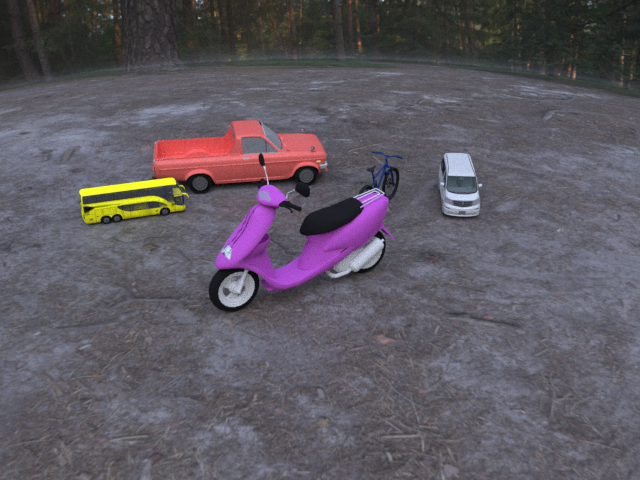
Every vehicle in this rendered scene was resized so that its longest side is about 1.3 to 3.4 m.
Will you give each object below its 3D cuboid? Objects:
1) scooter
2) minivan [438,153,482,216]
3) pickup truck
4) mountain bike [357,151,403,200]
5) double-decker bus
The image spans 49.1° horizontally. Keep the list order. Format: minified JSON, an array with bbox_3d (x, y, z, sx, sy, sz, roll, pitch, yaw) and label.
[{"bbox_3d":[-0.185,-0.143,8.954,2.721,1.786,1.288,-15,31,-26],"label":"scooter"},{"bbox_3d":[2.330,-0.933,11.750,0.681,0.616,1.548,2,27,4],"label":"minivan"},{"bbox_3d":[-1.437,-1.564,12.558,3.117,0.993,1.244,-5,28,-9],"label":"pickup truck"},{"bbox_3d":[0.963,-0.916,11.444,0.573,0.868,1.469,16,31,28],"label":"mountain bike"},{"bbox_3d":[-2.975,-0.637,11.261,1.672,0.541,0.389,-9,29,-17],"label":"double-decker bus"}]
